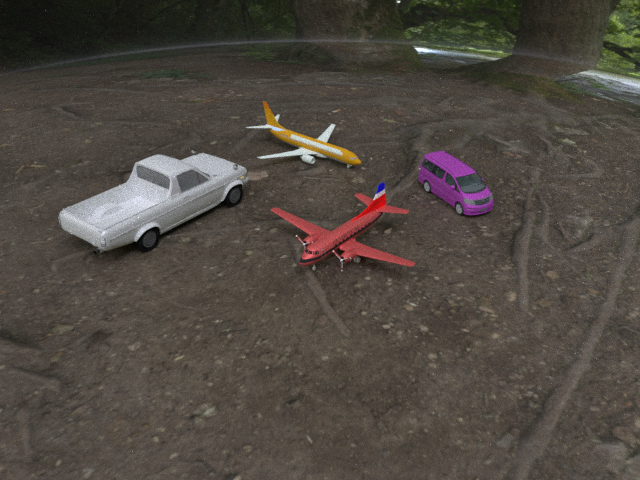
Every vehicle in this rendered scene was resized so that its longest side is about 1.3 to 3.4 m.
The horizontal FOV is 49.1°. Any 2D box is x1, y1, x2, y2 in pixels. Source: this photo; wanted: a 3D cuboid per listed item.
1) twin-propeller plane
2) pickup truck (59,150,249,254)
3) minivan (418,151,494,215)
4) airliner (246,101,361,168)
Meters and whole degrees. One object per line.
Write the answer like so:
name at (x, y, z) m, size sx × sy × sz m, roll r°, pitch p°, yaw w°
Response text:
twin-propeller plane at (0.396, -0.201, 10.533) m, size 2.663 × 0.792 × 2.129 m, roll 22°, pitch 37°, yaw 33°
pickup truck at (-2.574, -0.744, 11.263) m, size 1.244 × 0.993 × 3.117 m, roll 21°, pitch 37°, yaw 32°
minivan at (2.340, -0.983, 12.045) m, size 0.681 × 0.616 × 1.548 m, roll -14°, pitch 33°, yaw -23°
airliner at (-0.211, -2.048, 13.651) m, size 2.541 × 0.835 × 2.257 m, roll 23°, pitch 37°, yaw 33°
